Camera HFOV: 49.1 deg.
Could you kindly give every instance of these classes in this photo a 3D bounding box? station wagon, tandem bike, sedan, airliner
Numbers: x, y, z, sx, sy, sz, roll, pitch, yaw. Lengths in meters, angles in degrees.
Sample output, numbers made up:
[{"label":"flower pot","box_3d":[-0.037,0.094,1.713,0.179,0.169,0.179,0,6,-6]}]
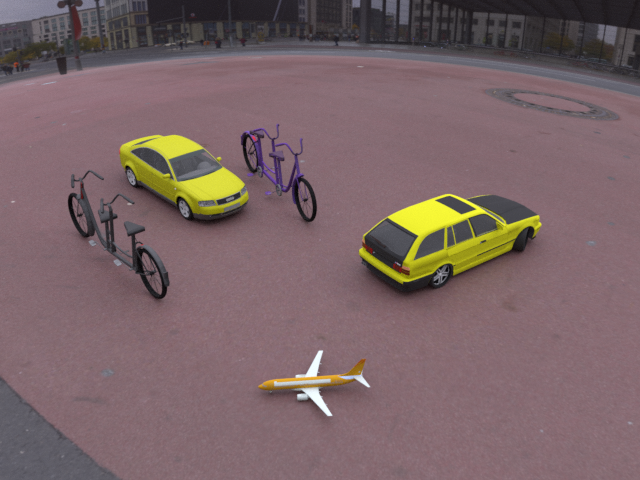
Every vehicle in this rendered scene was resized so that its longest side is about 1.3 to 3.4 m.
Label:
[{"label":"station wagon","box_3d":[2.125,-0.172,10.940,3.105,0.920,1.327,-19,35,-30]},{"label":"tandem bike","box_3d":[-0.814,-1.446,12.763,0.550,1.326,3.192,-15,33,-24]},{"label":"tandem bike","box_3d":[-3.143,-0.184,10.554,0.550,1.326,3.192,-23,37,-35]},{"label":"sedan","box_3d":[-2.554,-1.293,12.884,1.235,0.940,3.137,-24,38,-36]},{"label":"airliner","box_3d":[-0.085,1.614,8.309,1.307,0.429,1.161,-3,30,-4]}]
